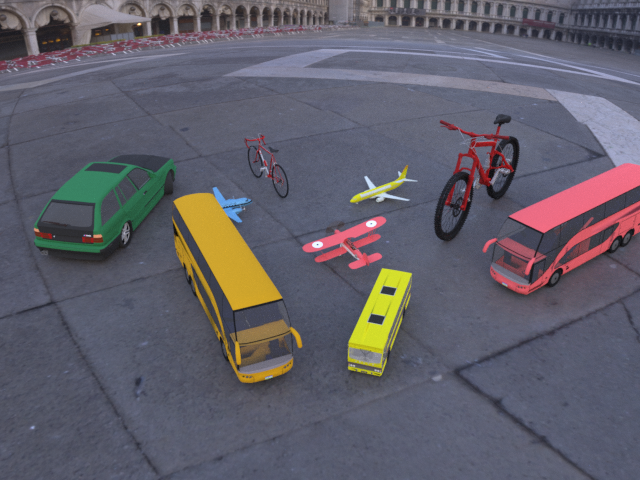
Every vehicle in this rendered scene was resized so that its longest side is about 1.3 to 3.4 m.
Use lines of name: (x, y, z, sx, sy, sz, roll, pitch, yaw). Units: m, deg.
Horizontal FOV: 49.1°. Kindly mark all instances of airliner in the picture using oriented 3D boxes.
airliner: (1.039, -0.943, 12.060, 1.307, 0.429, 1.161, -20, 36, -30)

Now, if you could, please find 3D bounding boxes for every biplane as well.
biplane: (0.434, 0.112, 10.183, 1.336, 0.504, 1.090, -13, 33, -22)

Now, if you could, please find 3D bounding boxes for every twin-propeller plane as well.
twin-propeller plane: (-1.623, -0.599, 11.493, 1.095, 0.407, 1.370, -13, 33, -21)

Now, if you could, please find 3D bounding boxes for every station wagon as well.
station wagon: (-3.348, -0.780, 11.294, 1.327, 0.920, 3.105, 6, 31, 9)

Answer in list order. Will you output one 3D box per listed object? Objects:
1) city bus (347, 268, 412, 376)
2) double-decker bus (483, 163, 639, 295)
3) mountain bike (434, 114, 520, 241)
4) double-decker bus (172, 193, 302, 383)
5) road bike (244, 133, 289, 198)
city bus: (0.767, 0.995, 8.717, 0.476, 0.460, 1.674, 9, 32, 15)
double-decker bus: (3.729, -0.194, 10.163, 3.251, 1.052, 0.756, -21, 37, -32)
mountain bike: (2.575, -1.130, 11.133, 1.114, 1.688, 2.857, 21, 36, 31)
double-decker bus: (-1.188, 0.521, 8.942, 0.756, 1.052, 3.251, -12, 33, -20)
road bike: (-0.930, -1.325, 12.294, 0.358, 0.852, 1.545, -17, 34, -26)
